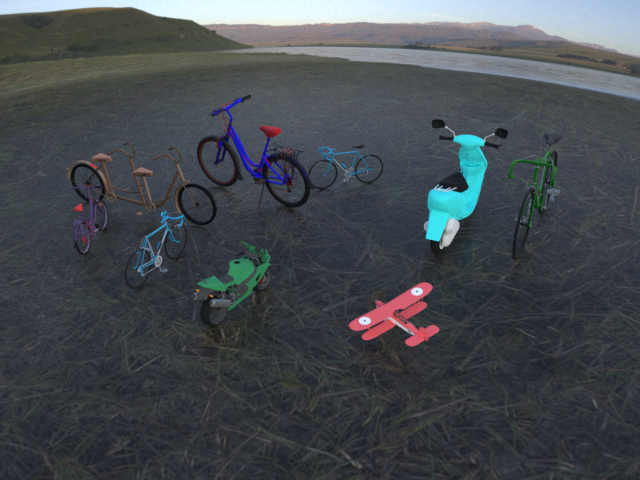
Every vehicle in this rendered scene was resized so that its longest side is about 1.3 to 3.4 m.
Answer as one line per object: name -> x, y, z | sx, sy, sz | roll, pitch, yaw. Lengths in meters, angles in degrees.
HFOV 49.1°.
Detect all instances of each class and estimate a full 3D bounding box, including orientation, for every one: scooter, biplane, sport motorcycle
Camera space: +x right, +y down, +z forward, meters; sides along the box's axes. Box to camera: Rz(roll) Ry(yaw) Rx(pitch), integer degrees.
scooter -> 2.329, -0.990, 11.695 | 1.288, 1.786, 2.721 | 13, 31, 23
biplane -> 1.040, 1.062, 9.210 | 1.336, 0.504, 1.090 | -18, 33, -30
sport motorcycle -> -1.158, 0.590, 9.759 | 0.506, 0.821, 1.520 | 17, 33, 29

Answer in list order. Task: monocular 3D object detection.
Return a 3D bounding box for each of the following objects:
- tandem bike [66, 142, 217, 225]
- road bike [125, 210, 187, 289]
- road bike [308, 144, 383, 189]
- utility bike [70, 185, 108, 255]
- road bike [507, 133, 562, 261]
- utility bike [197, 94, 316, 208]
tandem bike -> -3.221, -1.073, 12.342 | 3.192, 1.326, 0.550 | 12, 30, 21
road bike -> -2.474, 0.111, 10.624 | 0.358, 0.852, 1.545 | 12, 30, 22
road bike -> 0.509, -1.436, 13.526 | 1.545, 0.852, 0.358 | -8, 29, -15
utility bike -> -3.828, -0.393, 11.469 | 0.535, 0.946, 1.435 | 2, 28, 4
road bike -> 3.615, -0.846, 11.565 | 0.697, 1.656, 3.004 | 14, 31, 24
utility bike -> -1.299, -1.574, 12.736 | 2.791, 1.839, 1.039 | 18, 33, 30
